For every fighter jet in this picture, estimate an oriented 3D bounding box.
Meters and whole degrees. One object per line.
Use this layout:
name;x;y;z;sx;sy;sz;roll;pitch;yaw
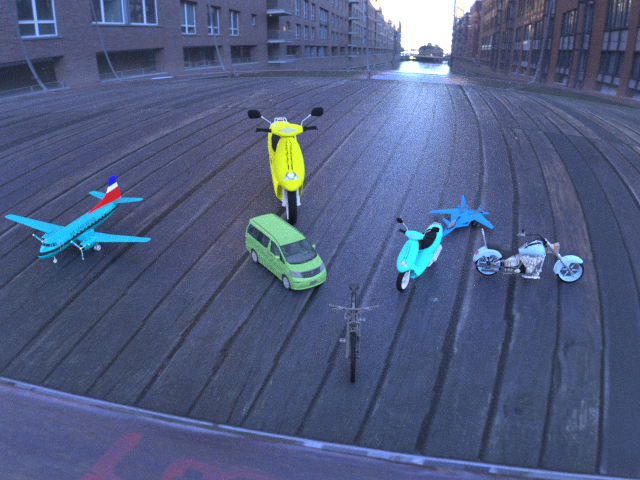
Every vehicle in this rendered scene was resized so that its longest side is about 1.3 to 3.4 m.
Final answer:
fighter jet;2.321;-0.368;11.746;1.147;0.286;1.358;17;31;30

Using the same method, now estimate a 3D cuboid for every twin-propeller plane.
twin-propeller plane;-3.769;-0.328;11.110;2.663;0.792;2.129;9;28;17

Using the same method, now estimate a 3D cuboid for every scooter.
scooter;1.452;0.100;10.127;0.662;0.919;1.399;16;31;28
scooter;-0.614;-1.552;12.420;1.288;1.786;2.721;-3;27;-6

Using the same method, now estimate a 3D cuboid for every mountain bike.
mountain bike;0.397;1.011;8.391;0.573;0.868;1.469;1;27;2

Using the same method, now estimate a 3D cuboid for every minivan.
minivan;-0.518;0.163;10.339;0.681;0.616;1.548;-17;31;-29

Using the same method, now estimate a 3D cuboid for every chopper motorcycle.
chopper motorcycle;3.008;0.224;10.058;1.563;0.761;0.466;3;27;6
